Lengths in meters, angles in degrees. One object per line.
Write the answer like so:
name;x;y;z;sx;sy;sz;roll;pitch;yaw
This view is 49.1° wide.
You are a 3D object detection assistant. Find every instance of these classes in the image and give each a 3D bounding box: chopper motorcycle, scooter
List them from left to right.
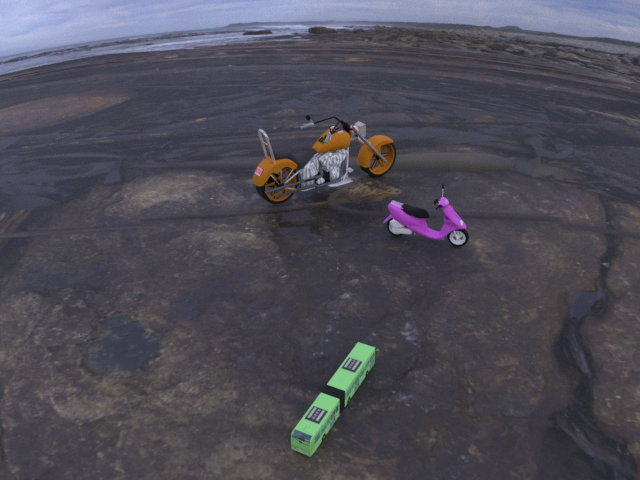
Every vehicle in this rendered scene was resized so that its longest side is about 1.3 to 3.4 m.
chopper motorcycle;0.157;-1.579;12.651;3.040;1.480;0.906;-19;36;-29
scooter;1.709;-0.389;11.194;1.399;0.919;0.662;10;32;16

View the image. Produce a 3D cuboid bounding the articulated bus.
articulated bus;0.194;1.797;8.125;0.311;0.289;1.749;15;34;23
